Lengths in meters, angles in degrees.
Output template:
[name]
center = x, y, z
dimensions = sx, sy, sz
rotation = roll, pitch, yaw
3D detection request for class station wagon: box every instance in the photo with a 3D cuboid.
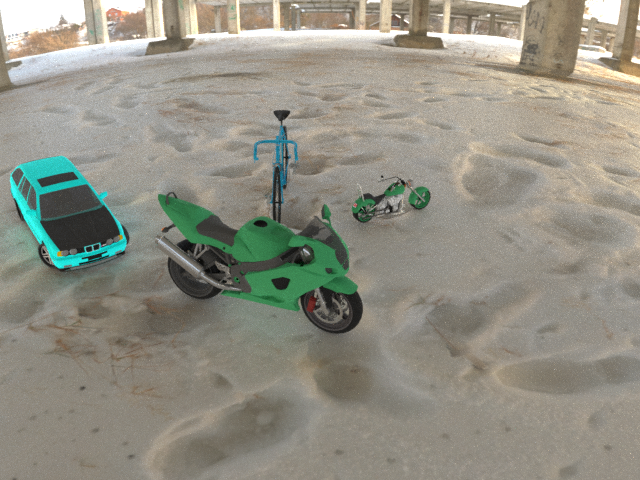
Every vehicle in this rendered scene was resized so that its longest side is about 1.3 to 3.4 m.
[station wagon]
center = -4.165, -0.557, 11.386
dimensions = 1.327, 0.920, 3.105
rotation = -18, 34, -28

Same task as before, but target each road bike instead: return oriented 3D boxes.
[road bike]
center = -0.669, -1.273, 11.903
dimensions = 0.696, 1.656, 3.004
rotation = 1, 30, 1

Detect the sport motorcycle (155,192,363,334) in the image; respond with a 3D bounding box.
[sport motorcycle]
center = -0.814, 0.293, 9.201
dimensions = 2.955, 1.596, 0.983
rotation = 12, 32, 21

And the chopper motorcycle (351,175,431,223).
[chopper motorcycle]
center = 1.232, -0.751, 11.889
dimensions = 1.563, 0.761, 0.466
rotation = -15, 33, -25
